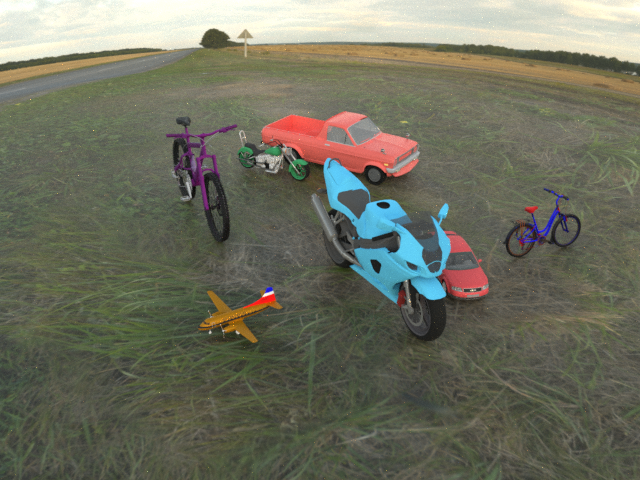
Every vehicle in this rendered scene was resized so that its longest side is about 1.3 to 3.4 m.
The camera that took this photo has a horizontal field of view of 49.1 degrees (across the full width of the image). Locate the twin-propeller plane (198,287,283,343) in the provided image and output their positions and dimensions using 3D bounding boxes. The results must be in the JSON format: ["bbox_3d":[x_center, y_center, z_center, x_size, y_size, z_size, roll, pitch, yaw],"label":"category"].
[{"bbox_3d":[-1.041,0.898,8.865,1.095,0.407,1.370,-16,31,-28],"label":"twin-propeller plane"}]

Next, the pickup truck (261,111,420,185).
[{"bbox_3d":[0.375,-1.959,13.755,3.117,0.993,1.244,16,32,29],"label":"pickup truck"}]

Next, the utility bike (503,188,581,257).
[{"bbox_3d":[3.343,-0.266,10.531,1.435,0.946,0.535,-11,29,-20],"label":"utility bike"}]

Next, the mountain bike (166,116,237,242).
[{"bbox_3d":[-2.005,-1.139,11.413,1.114,1.688,2.857,-12,30,-22],"label":"mountain bike"}]

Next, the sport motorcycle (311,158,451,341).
[{"bbox_3d":[0.775,0.052,9.206,0.983,1.596,2.955,-13,30,-23],"label":"sport motorcycle"}]

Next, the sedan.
[{"bbox_3d":[1.911,0.293,9.954,0.635,0.483,1.613,-4,28,-8],"label":"sedan"}]

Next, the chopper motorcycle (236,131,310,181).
[{"bbox_3d":[-0.902,-1.607,13.327,1.563,0.761,0.466,14,30,25],"label":"chopper motorcycle"}]
